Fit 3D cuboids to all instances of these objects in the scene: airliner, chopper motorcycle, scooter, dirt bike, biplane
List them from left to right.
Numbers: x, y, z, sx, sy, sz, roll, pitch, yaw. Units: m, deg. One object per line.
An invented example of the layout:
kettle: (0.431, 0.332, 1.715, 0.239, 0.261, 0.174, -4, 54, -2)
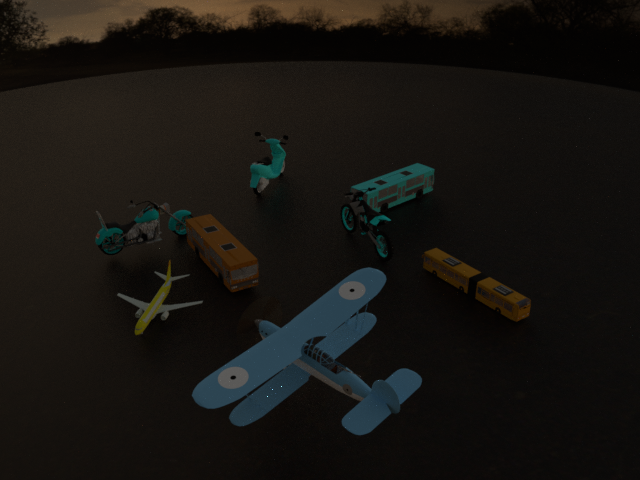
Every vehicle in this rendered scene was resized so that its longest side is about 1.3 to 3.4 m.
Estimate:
chopper motorcycle: (-2.627, -0.262, 10.550, 1.563, 0.761, 0.466, -19, 33, -33)
airliner: (-2.118, 0.741, 8.977, 1.161, 0.429, 1.307, 4, 28, 8)
scooter: (-0.924, -1.428, 12.624, 0.662, 0.919, 1.399, 10, 29, 18)
biplane: (-0.016, 1.309, 7.284, 2.598, 0.981, 2.120, -25, 36, -39)
dirt bike: (0.681, -0.296, 10.510, 0.527, 0.857, 1.493, -13, 30, -24)

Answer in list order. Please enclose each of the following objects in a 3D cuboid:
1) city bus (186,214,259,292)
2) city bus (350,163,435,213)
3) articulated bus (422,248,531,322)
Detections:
city bus: (-1.426, 0.176, 10.031, 0.476, 0.460, 1.674, -15, 31, -27)
city bus: (1.259, -0.858, 12.023, 1.674, 0.460, 0.476, -22, 35, -36)
articulated bus: (2.067, 0.574, 9.450, 0.311, 0.289, 1.749, -18, 32, -31)
